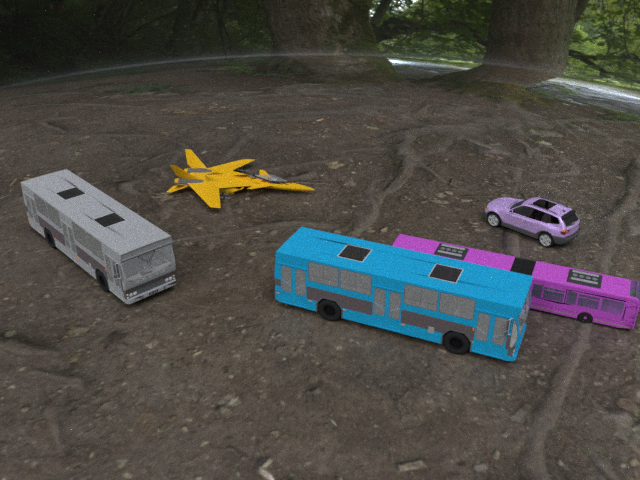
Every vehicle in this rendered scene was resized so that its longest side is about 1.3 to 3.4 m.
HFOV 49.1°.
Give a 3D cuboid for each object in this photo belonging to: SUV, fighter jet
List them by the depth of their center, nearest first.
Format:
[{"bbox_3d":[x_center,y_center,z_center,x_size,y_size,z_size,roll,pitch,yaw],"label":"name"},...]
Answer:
[{"bbox_3d":[3.462,-0.401,11.455,0.656,0.580,1.572,-25,37,-38],"label":"SUV"},{"bbox_3d":[-1.390,-1.184,12.905,2.640,0.557,2.229,5,29,10],"label":"fighter jet"}]

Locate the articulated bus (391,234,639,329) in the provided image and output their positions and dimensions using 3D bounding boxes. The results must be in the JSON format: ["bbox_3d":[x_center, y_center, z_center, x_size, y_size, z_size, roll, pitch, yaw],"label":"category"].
[{"bbox_3d":[2.602,0.543,9.755,3.401,0.561,0.605,12,31,21],"label":"articulated bus"}]

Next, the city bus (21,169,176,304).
[{"bbox_3d":[-3.412,-0.106,10.592,0.926,0.894,3.255,-24,37,-37],"label":"city bus"}]

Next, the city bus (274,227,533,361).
[{"bbox_3d":[1.026,0.685,9.150,3.255,0.894,0.926,12,31,21],"label":"city bus"}]
